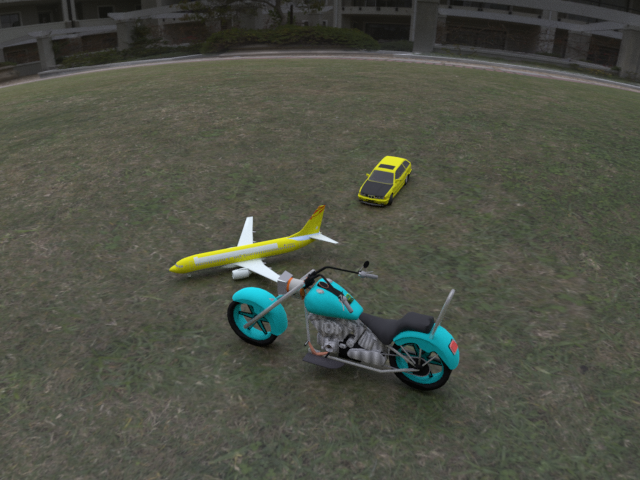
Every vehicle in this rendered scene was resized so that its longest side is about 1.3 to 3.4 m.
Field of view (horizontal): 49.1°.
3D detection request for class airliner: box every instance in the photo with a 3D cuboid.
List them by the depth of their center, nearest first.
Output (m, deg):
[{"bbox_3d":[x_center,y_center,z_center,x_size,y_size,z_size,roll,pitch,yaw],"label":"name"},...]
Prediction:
[{"bbox_3d":[-1.066,0.030,10.751,2.541,0.835,2.257,-10,31,-18],"label":"airliner"}]

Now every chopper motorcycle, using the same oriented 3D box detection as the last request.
[{"bbox_3d":[0.215,0.927,8.538,3.040,1.480,0.906,13,32,21],"label":"chopper motorcycle"}]

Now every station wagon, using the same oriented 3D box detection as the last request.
[{"bbox_3d":[1.233,-1.155,13.181,0.682,0.473,1.597,12,32,20],"label":"station wagon"}]
